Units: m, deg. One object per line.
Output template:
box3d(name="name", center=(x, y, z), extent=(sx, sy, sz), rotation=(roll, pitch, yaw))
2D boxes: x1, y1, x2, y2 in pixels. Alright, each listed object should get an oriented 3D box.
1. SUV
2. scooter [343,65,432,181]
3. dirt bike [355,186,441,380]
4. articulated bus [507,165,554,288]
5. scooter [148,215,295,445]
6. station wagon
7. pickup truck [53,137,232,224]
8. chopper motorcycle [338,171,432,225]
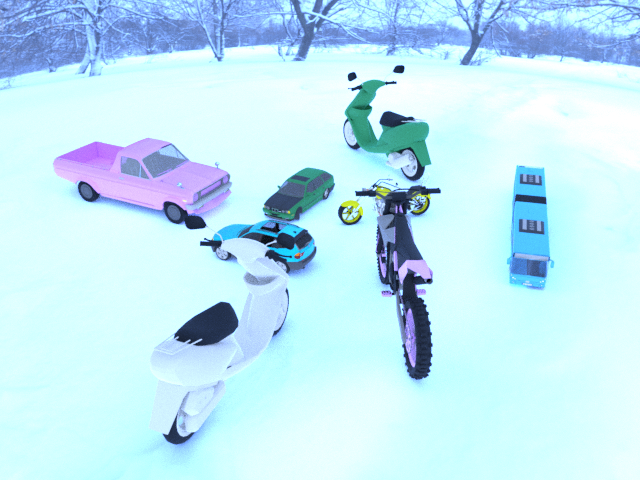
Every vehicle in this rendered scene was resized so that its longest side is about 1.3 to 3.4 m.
box3d(name="SUV", center=(-0.824, 0.021, 10.085), extent=(1.572, 0.580, 0.656), rotation=(13, 30, 23))
box3d(name="scooter", center=(1.210, -2.273, 13.210), extent=(1.288, 1.786, 2.721), rotation=(-15, 31, -27))
box3d(name="dirt bike", center=(0.958, 0.278, 8.402), extent=(1.024, 1.666, 2.903), rotation=(-2, 27, -4))
box3d(name="articulated bus", center=(3.210, -0.322, 10.769), extent=(0.605, 0.561, 3.401), rotation=(7, 28, 13))
box3d(name="scooter", center=(-0.957, 0.769, 7.322), extent=(1.288, 1.786, 2.721), rotation=(11, 29, 20))
box3d(name="station wagon", center=(-0.349, -0.815, 11.818), extent=(0.682, 0.473, 1.597), rotation=(14, 31, 25))
box3d(name="pickup truck", center=(-3.051, -1.170, 11.940), extent=(3.117, 0.993, 1.244), rotation=(14, 30, 24))
box3d(name="chopper motorcycle", center=(1.053, -0.674, 11.231), extent=(1.563, 0.761, 0.466), rotation=(-7, 28, -13))
